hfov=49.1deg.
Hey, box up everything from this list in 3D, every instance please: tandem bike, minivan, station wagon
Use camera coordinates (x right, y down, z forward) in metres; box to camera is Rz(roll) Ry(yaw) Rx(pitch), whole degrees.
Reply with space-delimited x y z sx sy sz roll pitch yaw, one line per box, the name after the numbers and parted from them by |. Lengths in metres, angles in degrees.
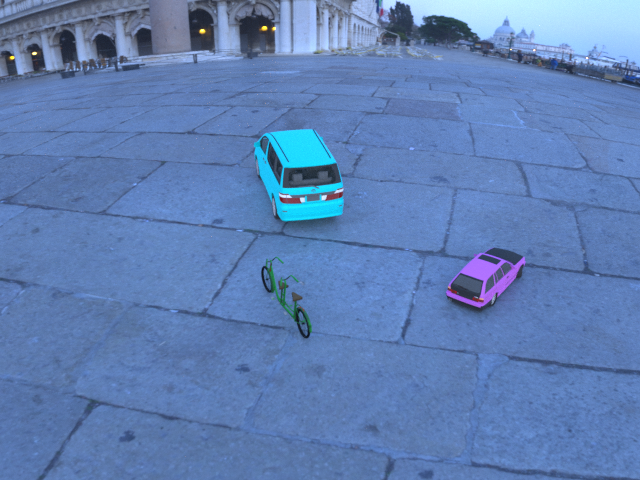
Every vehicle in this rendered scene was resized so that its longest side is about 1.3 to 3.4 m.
-0.483 0.713 9.508 0.283 0.682 1.642 -13 31 -23 | tandem bike
-0.454 -1.370 12.776 1.324 1.197 3.011 -7 29 -12 | minivan
2.452 0.465 10.177 0.682 0.473 1.597 20 34 32 | station wagon
